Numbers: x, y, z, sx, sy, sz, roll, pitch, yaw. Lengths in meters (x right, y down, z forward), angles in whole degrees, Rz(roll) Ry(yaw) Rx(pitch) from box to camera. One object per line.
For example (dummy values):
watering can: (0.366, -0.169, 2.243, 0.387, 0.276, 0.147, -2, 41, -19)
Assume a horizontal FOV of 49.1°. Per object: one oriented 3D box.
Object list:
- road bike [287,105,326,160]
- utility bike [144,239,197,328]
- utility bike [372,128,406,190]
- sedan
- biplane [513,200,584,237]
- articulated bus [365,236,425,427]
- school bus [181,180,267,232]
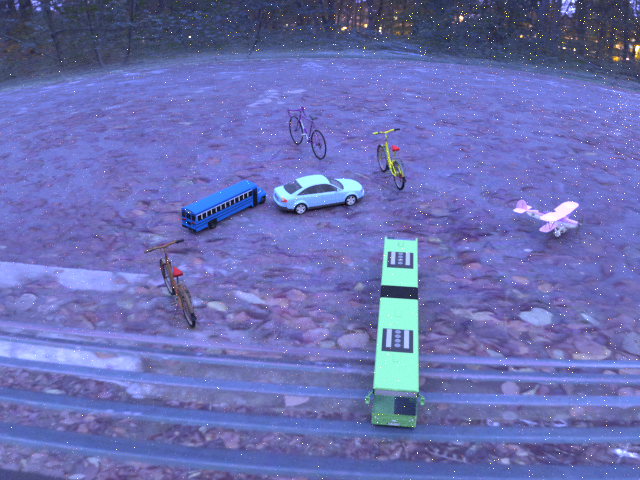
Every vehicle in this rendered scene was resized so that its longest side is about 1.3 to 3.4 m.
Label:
road bike: (-0.264, -2.197, 14.171, 0.358, 0.852, 1.545, -15, 32, -26)
utility bike: (-1.930, 0.531, 9.112, 0.535, 0.946, 1.435, -14, 32, -24)
utility bike: (1.257, -1.519, 12.839, 0.535, 0.946, 1.435, -8, 30, -14)
sedan: (-0.008, -0.853, 12.108, 1.613, 0.483, 0.635, -10, 30, -18)
biplane: (3.667, -0.377, 11.221, 1.090, 0.504, 1.336, 20, 35, 32)
articulated bus: (0.966, 0.967, 8.718, 0.605, 0.561, 3.401, 3, 29, 6)
school bus: (-1.558, -0.605, 11.709, 0.365, 0.434, 1.708, 21, 35, 33)
